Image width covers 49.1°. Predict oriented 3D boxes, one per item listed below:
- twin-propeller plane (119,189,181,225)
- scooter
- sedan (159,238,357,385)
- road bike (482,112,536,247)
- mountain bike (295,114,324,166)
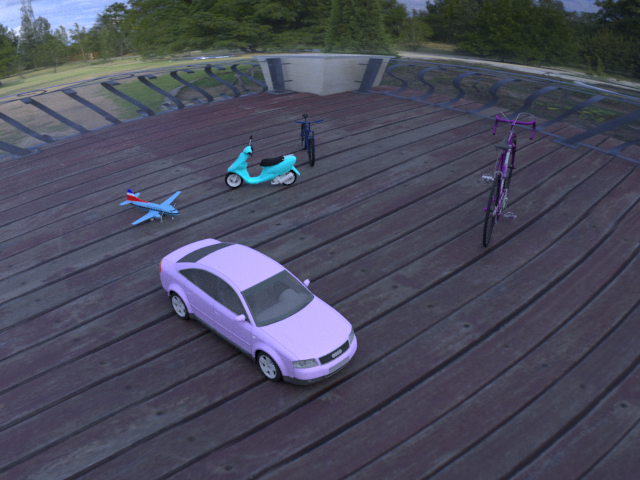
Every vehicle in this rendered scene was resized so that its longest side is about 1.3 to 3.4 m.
[{"bbox_3d":[-2.885,-0.610,12.058,1.095,0.407,1.370,12,32,21],"label":"twin-propeller plane"},{"bbox_3d":[-1.077,-1.405,12.946,1.399,0.919,0.662,-3,30,-6],"label":"scooter"},{"bbox_3d":[-0.873,0.759,9.091,1.235,0.940,3.137,-26,39,-38],"label":"sedan"},{"bbox_3d":[3.041,-1.092,11.641,0.696,1.656,3.004,11,31,19],"label":"road bike"},{"bbox_3d":[-0.254,-2.104,14.234,0.573,0.868,1.469,-5,30,-9],"label":"mountain bike"}]
